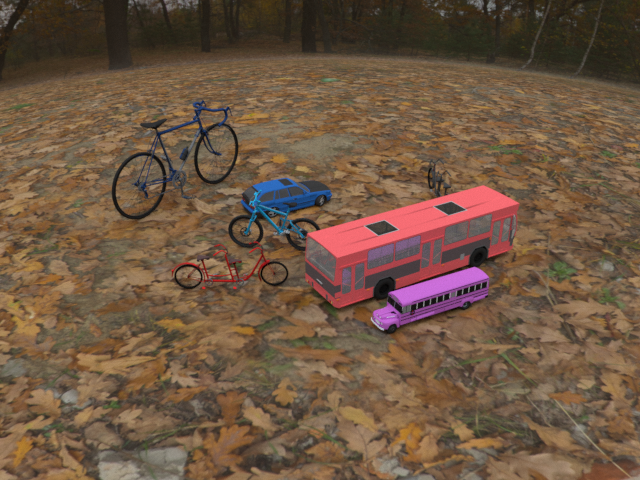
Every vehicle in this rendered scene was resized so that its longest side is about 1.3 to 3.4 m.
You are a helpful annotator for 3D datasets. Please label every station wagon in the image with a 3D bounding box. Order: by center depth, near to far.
[{"bbox_3d":[-0.567,-0.809,12.258,1.597,0.473,0.682,-14,31,-25],"label":"station wagon"}]

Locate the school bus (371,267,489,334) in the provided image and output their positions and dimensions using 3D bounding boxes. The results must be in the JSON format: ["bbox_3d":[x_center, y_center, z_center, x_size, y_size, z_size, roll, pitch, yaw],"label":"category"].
[{"bbox_3d":[1.471,0.788,9.316,1.708,0.434,0.365,-14,31,-24],"label":"school bus"}]

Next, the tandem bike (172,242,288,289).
[{"bbox_3d":[-1.268,0.372,9.831,1.642,0.682,0.283,-2,28,-3],"label":"tandem bike"}]

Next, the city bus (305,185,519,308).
[{"bbox_3d":[1.388,0.074,10.163,3.255,0.894,0.926,-16,32,-27],"label":"city bus"}]

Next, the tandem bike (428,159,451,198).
[{"bbox_3d":[2.115,-0.967,12.332,0.283,0.682,1.642,-3,28,-5],"label":"tandem bike"}]

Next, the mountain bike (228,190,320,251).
[{"bbox_3d":[-0.703,-0.249,10.793,1.469,0.868,0.573,3,28,6],"label":"mountain bike"}]

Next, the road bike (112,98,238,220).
[{"bbox_3d":[-2.461,-1.472,12.244,0.696,1.656,3.004,19,34,31],"label":"road bike"}]
